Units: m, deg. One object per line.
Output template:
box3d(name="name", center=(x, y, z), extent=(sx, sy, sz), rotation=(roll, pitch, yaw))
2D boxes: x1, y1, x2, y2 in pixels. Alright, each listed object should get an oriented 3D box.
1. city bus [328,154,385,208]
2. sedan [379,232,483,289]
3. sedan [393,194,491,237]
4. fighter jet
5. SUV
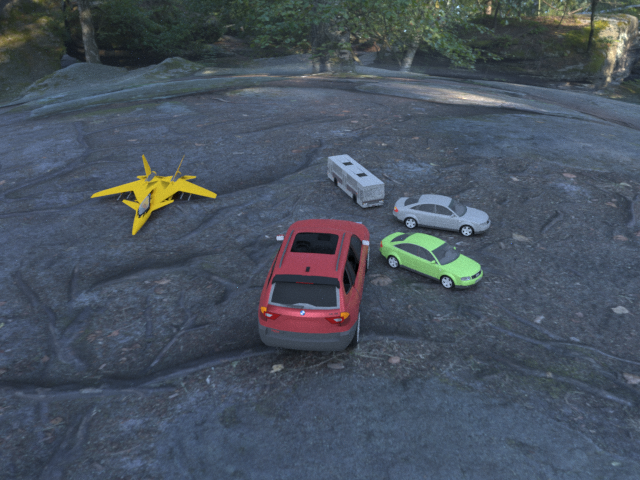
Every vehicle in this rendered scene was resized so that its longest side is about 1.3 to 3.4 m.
box3d(name="city bus", center=(0.639, -1.091, 12.954), extent=(0.476, 0.460, 1.674), rotation=(-10, 28, -19))
box3d(name="sedan", center=(1.617, 0.238, 10.241), extent=(1.613, 0.483, 0.635), rotation=(21, 33, 36))
box3d(name="sedan", center=(2.023, -0.459, 11.649), extent=(1.613, 0.483, 0.635), rotation=(9, 28, 17))
box3d(name="fighter jet", center=(-2.975, -0.820, 12.296), extent=(2.229, 0.557, 2.640), rotation=(0, 26, 0))
box3d(name="SUV", center=(-0.009, 0.355, 9.278), extent=(1.276, 1.128, 3.058), rotation=(3, 27, 6))
